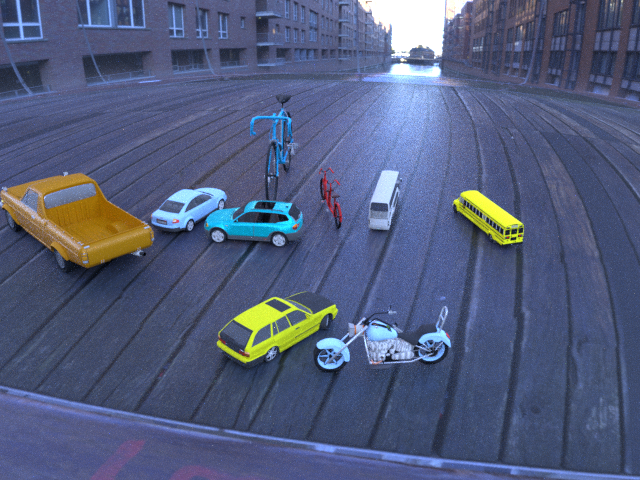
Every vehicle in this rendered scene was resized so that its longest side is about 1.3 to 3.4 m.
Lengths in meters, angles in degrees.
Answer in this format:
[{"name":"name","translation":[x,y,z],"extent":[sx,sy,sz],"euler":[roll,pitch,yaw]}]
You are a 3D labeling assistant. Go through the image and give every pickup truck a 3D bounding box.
[{"name":"pickup truck","translation":[-3.815,-0.407,10.734],"extent":[1.244,0.993,3.117],"euler":[-22,34,-38]}]

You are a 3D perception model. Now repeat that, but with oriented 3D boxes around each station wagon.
[{"name":"station wagon","translation":[-0.478,0.977,8.504],"extent":[0.682,0.473,1.597],"euler":[23,34,38]}]

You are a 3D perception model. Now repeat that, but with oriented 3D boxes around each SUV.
[{"name":"SUV","translation":[-1.033,-0.305,10.995],"extent":[1.572,0.580,0.656],"euler":[4,26,8]}]

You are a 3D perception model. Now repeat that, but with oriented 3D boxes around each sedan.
[{"name":"sedan","translation":[-2.158,-0.590,11.685],"extent":[0.635,0.483,1.613],"euler":[12,29,23]}]

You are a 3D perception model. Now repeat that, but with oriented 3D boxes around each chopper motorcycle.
[{"name":"chopper motorcycle","translation":[0.707,1.117,7.893],"extent":[1.563,0.761,0.466],"euler":[-2,26,-5]}]

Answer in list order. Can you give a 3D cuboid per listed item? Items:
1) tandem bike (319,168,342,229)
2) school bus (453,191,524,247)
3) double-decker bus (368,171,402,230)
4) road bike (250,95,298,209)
[{"name":"tandem bike","translation":[0.172,-0.758,11.803],"extent":[0.283,0.682,1.642],"euler":[-5,27,-10]},{"name":"school bus","translation":[2.680,-0.393,11.341],"extent":[0.365,0.434,1.708],"euler":[-8,27,-16]},{"name":"double-decker bus","translation":[1.109,-0.708,11.860],"extent":[0.389,0.541,1.672],"euler":[5,27,11]},{"name":"road bike","translation":[-0.731,-1.728,12.672],"extent":[0.696,1.656,3.004],"euler":[2,26,5]}]
